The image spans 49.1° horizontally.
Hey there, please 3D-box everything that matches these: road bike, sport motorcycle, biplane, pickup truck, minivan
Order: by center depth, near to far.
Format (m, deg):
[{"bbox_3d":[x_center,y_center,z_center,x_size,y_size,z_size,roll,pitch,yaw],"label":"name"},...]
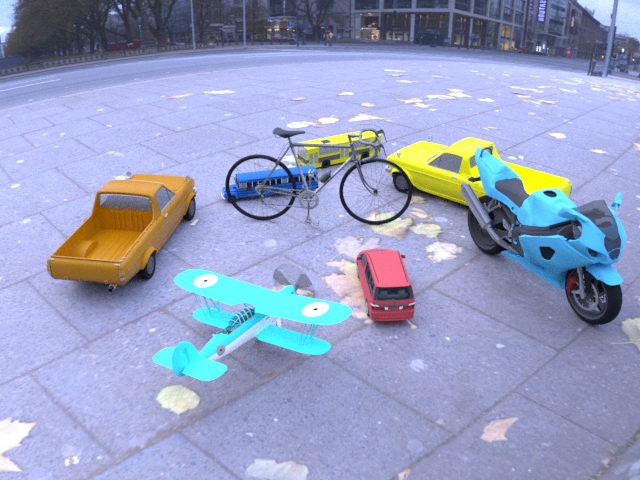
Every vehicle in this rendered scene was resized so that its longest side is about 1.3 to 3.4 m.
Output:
[{"bbox_3d":[-0.937,1.002,8.133,2.598,0.981,2.120,19,34,31],"label":"biplane"},{"bbox_3d":[0.863,0.489,9.445,0.681,0.616,1.548,-2,29,-4],"label":"minivan"},{"bbox_3d":[2.994,-0.120,9.535,0.983,1.596,2.955,-13,32,-23],"label":"sport motorcycle"},{"bbox_3d":[-2.848,-0.307,10.502,1.244,0.993,3.117,4,29,8],"label":"pickup truck"},{"bbox_3d":[-0.035,-1.015,11.101,3.004,1.656,0.697,2,29,4],"label":"road bike"},{"bbox_3d":[2.648,-1.140,12.017,3.117,0.993,1.244,23,36,35],"label":"pickup truck"}]

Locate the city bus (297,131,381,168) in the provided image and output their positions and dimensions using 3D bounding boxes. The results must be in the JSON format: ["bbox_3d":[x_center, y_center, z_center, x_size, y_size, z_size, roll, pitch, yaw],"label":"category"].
[{"bbox_3d":[0.391,-1.766,13.708,1.674,0.460,0.476,-15,32,-25],"label":"city bus"}]

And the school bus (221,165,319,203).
[{"bbox_3d":[-0.887,-0.996,12.335,1.708,0.434,0.365,-8,30,-14],"label":"school bus"}]
